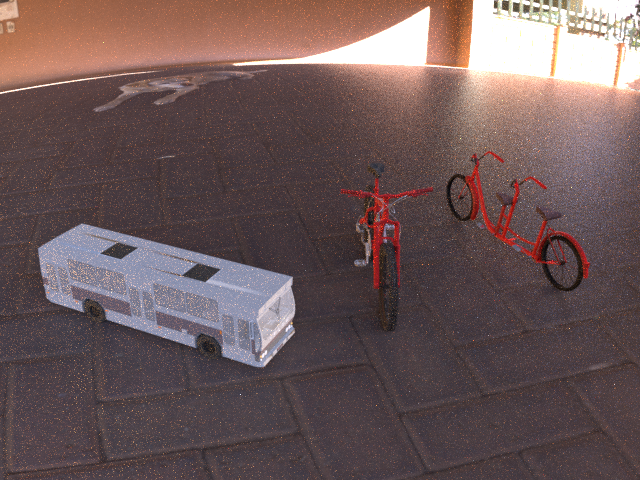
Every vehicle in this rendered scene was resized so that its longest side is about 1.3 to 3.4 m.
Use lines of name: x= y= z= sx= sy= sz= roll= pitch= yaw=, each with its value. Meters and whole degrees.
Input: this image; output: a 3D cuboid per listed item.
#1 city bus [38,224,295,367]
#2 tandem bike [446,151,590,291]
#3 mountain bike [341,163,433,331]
city bus: x=-1.925 y=0.654 z=8.640 sx=3.255 sy=0.894 sz=0.926 roll=13 pitch=30 yaw=23
tandem bike: x=2.774 y=-0.410 z=10.204 sx=0.550 sy=1.326 sz=3.192 roll=-12 pitch=30 yaw=-22
mountain bike: x=0.781 y=-0.103 z=9.229 sx=1.114 sy=1.688 sz=2.857 roll=-1 pitch=28 yaw=-2
